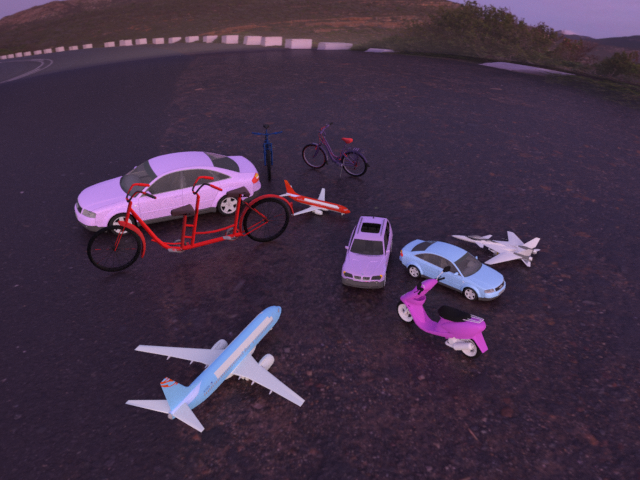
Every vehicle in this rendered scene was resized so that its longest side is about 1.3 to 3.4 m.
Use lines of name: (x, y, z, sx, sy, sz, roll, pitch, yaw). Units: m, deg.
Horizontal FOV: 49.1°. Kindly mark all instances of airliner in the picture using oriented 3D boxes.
airliner: (-1.082, 1.260, 8.229, 2.257, 0.835, 2.541, 13, 32, 22)
airliner: (-0.066, -0.726, 12.121, 1.307, 0.429, 1.161, 14, 33, 23)

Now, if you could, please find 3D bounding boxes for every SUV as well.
SUV: (0.725, 0.146, 10.439, 0.656, 0.580, 1.572, 5, 30, 9)

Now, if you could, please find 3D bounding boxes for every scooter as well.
scooter: (1.522, 0.887, 8.799, 0.662, 0.919, 1.399, -26, 38, -37)

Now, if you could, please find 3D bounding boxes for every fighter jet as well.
fighter jet: (2.710, 0.024, 10.950, 1.358, 0.286, 1.147, 16, 33, 26)

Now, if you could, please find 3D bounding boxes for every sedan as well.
sedan: (-2.572, -0.910, 11.928, 3.137, 0.940, 1.235, -12, 32, -20)
sedan: (1.912, 0.378, 10.131, 1.613, 0.483, 0.635, 23, 37, 34)

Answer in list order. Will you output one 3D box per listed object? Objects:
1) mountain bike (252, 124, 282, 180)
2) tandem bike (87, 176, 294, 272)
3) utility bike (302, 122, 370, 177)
mountain bike: (-1.015, -1.769, 13.507, 0.573, 0.868, 1.469, -3, 30, -5)
tandem bike: (-1.893, -0.332, 10.525, 3.192, 1.326, 0.550, -12, 32, -19)
utility bike: (0.270, -1.677, 13.266, 1.435, 0.946, 0.535, 13, 32, 22)
